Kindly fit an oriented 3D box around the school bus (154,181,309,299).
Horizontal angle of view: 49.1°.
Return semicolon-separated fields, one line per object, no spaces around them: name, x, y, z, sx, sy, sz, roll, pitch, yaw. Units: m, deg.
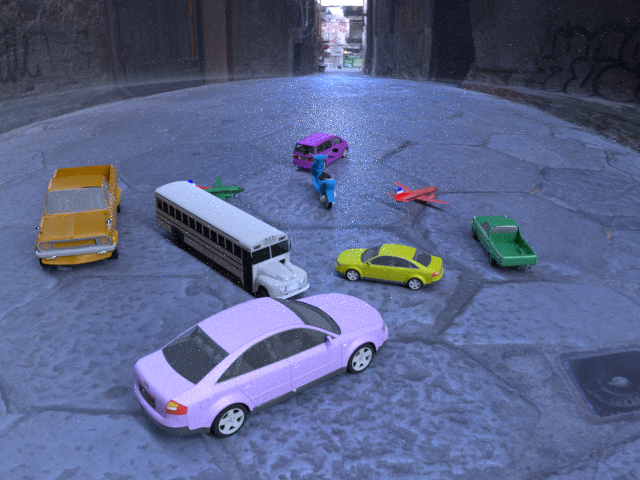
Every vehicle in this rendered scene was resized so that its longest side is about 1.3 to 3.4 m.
school bus;-1.419;-0.033;10.703;0.709;0.844;3.322;-21;33;-36

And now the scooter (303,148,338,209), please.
scooter;0.052;-1.190;12.990;0.662;0.919;1.399;-6;27;-12

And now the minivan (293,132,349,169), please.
minivan;0.046;-1.952;14.896;0.681;0.616;1.548;15;30;27

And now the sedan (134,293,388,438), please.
sedan;-0.572;1.210;8.047;3.137;0.940;1.235;-18;31;-33

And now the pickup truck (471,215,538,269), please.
pickup truck;2.889;-0.032;11.082;0.640;0.511;1.603;-2;26;-5

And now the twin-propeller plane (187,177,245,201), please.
twin-propeller plane;-1.958;-0.968;13.117;1.095;0.407;1.370;-5;26;-10

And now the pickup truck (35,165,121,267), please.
pickup truck;-3.989;-0.589;11.673;1.244;0.993;3.117;-6;27;-12

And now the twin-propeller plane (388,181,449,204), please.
twin-propeller plane;1.800;-0.888;12.954;1.095;0.407;1.370;-19;32;-33

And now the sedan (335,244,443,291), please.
sedan;1.012;0.334;10.362;1.613;0.483;0.635;7;27;15
